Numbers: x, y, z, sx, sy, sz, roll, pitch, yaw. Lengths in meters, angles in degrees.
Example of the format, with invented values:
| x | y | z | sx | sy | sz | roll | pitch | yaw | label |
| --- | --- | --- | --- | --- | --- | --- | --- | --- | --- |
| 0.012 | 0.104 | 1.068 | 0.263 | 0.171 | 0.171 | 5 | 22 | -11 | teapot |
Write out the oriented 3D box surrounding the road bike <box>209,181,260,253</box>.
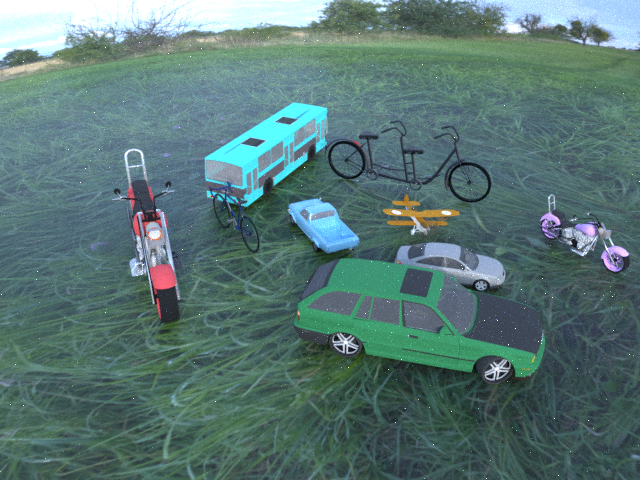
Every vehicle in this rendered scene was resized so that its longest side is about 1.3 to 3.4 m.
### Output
| x | y | z | sx | sy | sz | roll | pitch | yaw | label |
| --- | --- | --- | --- | --- | --- | --- | --- | --- | --- |
| -1.362 | -0.394 | 11.195 | 0.358 | 0.852 | 1.545 | -19 | 35 | -29 | road bike |

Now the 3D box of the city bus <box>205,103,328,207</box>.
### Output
| x | y | z | sx | sy | sz | roll | pitch | yaw | label |
| --- | --- | --- | --- | --- | --- | --- | --- | --- | --- |
| -0.917 | -1.659 | 13.327 | 0.926 | 0.894 | 3.255 | 14 | 33 | 23 | city bus |

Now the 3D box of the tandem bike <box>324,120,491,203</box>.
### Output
| x | y | z | sx | sy | sz | roll | pitch | yaw | label |
| --- | --- | --- | --- | --- | --- | --- | --- | --- | --- |
| 1.535 | -1.501 | 12.627 | 3.192 | 1.326 | 0.550 | 13 | 33 | 22 | tandem bike |

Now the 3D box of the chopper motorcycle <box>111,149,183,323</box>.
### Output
| x | y | z | sx | sy | sz | roll | pitch | yaw | label |
| --- | --- | --- | --- | --- | --- | --- | --- | --- | --- |
| -2.456 | -0.131 | 10.120 | 0.906 | 1.480 | 3.040 | -10 | 32 | -17 | chopper motorcycle |

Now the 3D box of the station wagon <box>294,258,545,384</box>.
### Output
| x | y | z | sx | sy | sz | roll | pitch | yaw | label |
| --- | --- | --- | --- | --- | --- | --- | --- | --- | --- |
| 1.265 | 0.917 | 8.876 | 3.105 | 0.920 | 1.327 | 8 | 31 | 14 | station wagon |

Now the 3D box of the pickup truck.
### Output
| x | y | z | sx | sy | sz | roll | pitch | yaw | label |
| --- | --- | --- | --- | --- | --- | --- | --- | --- | --- |
| 0.030 | -0.277 | 11.335 | 0.640 | 0.511 | 1.603 | -13 | 33 | -21 | pickup truck |

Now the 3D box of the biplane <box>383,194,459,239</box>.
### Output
| x | y | z | sx | sy | sz | roll | pitch | yaw | label |
| --- | --- | --- | --- | --- | --- | --- | --- | --- | --- |
| 1.605 | -0.407 | 11.563 | 1.336 | 0.504 | 1.090 | -8 | 31 | -14 | biplane |

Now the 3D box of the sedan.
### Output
| x | y | z | sx | sy | sz | roll | pitch | yaw | label |
| --- | --- | --- | --- | --- | --- | --- | --- | --- | --- |
| 1.911 | 0.344 | 10.294 | 1.613 | 0.483 | 0.635 | 6 | 31 | 11 | sedan |

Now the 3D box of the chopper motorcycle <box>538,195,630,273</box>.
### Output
| x | y | z | sx | sy | sz | roll | pitch | yaw | label |
| --- | --- | --- | --- | --- | --- | --- | --- | --- | --- |
| 4.075 | -0.104 | 10.789 | 0.466 | 0.761 | 1.563 | -20 | 36 | -31 | chopper motorcycle |
